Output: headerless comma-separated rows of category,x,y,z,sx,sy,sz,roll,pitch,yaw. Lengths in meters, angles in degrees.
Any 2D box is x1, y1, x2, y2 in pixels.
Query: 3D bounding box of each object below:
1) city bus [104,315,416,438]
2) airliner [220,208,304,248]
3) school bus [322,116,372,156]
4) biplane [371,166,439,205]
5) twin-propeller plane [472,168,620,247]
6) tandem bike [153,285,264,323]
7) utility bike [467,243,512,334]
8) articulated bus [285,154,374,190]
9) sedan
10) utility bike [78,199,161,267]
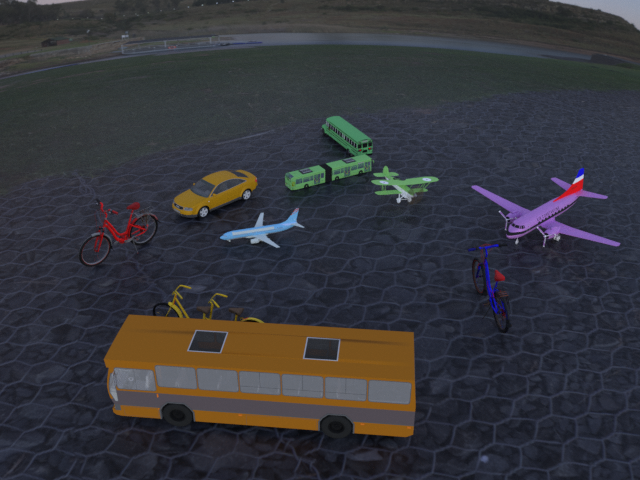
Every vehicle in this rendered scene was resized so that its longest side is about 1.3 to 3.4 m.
city bus,-0.601,1.495,7.639,3.255,0.894,0.926,3,30,5
airliner,-0.937,-0.230,11.044,1.307,0.429,1.161,-8,31,-14
school bus,0.520,-2.138,14.298,0.365,0.434,1.708,-13,33,-21
biplane,1.400,-0.972,12.237,1.336,0.504,1.090,-14,33,-23
twin-propeller plane,3.647,-0.538,11.211,2.129,0.792,2.663,-24,38,-35
tandem bike,-1.381,0.947,8.784,1.642,0.682,0.283,9,32,15
utility bike,2.206,0.558,9.187,0.535,0.946,1.435,-4,31,-7
articulated bus,0.183,-1.257,12.937,1.749,0.289,0.311,-16,34,-26
sedan,-1.804,-0.854,12.055,1.613,0.483,0.635,-27,40,-37
utility bike,-2.957,-0.171,10.433,0.535,0.946,1.435,25,39,36
